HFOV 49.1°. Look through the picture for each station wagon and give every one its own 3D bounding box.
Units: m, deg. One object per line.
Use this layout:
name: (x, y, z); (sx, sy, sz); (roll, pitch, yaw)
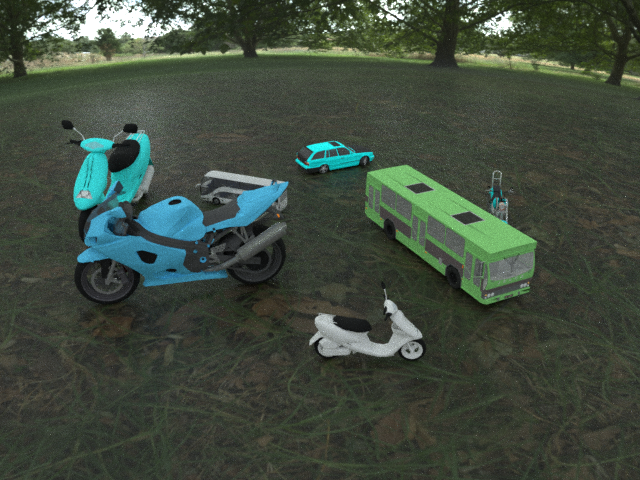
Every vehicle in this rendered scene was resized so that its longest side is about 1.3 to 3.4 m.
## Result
station wagon: (0.323, -1.736, 14.210); (1.597, 0.473, 0.682); (-13, 30, -24)

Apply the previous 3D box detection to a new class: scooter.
scooter: (-3.446, -1.209, 11.729); (1.288, 1.786, 2.721); (5, 27, 9)
scooter: (0.574, 1.033, 8.279); (1.399, 0.919, 0.662); (1, 27, 2)

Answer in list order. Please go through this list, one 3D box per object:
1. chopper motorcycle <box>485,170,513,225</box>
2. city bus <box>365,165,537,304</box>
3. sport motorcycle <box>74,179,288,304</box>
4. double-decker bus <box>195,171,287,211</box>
chopper motorcycle: (2.946, -0.536, 11.536); (0.466, 0.761, 1.563); (3, 27, 6)
city bus: (1.834, -0.159, 10.647); (0.926, 0.894, 3.255); (-13, 30, -23)
sport motorcycle: (-1.853, 0.018, 9.527); (2.955, 1.596, 0.983); (-7, 28, -14)
double-decker bus: (-1.390, -0.863, 12.421); (1.672, 0.541, 0.389); (11, 29, 20)
